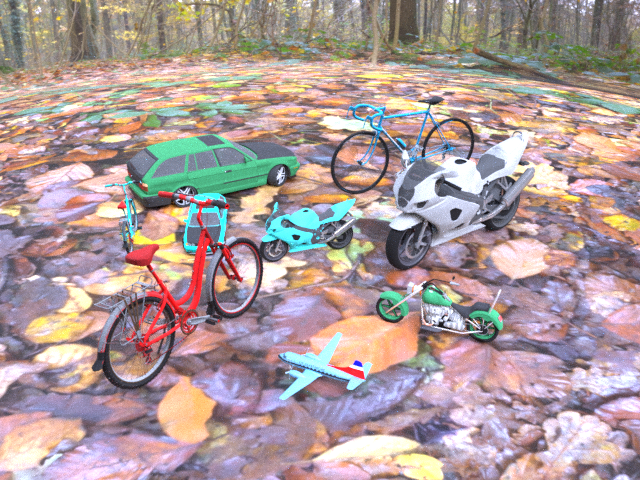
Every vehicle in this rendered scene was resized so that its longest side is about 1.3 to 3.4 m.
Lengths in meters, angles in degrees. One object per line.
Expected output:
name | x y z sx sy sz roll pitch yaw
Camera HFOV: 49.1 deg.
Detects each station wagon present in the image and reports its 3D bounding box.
station wagon | -1.883 -1.383 12.624 3.105 0.920 1.327 -15 30 -27
station wagon | -1.784 -0.300 10.969 0.682 0.473 1.597 -2 27 -4

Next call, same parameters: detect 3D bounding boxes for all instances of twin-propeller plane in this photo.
twin-propeller plane | 0.004 1.370 7.728 1.095 0.407 1.370 13 30 25

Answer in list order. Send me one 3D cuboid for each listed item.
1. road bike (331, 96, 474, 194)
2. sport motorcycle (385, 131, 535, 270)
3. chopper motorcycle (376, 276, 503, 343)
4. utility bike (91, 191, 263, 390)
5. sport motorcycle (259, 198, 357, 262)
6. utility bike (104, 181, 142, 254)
road bike | 1.546 -1.748 12.530 3.004 1.656 0.697 -12 29 -22
sport motorcycle | 2.069 -0.619 10.355 2.955 1.596 0.983 -21 33 -35
chopper motorcycle | 1.439 0.787 8.492 1.563 0.761 0.466 12 29 22
utility bike | -1.617 0.429 8.004 1.039 1.839 2.791 16 31 29
sport motorcycle | -0.174 -0.153 10.292 1.520 0.821 0.506 -11 29 -21
utility bike | -2.955 -0.382 10.607 0.535 0.946 1.435 -4 27 -7
